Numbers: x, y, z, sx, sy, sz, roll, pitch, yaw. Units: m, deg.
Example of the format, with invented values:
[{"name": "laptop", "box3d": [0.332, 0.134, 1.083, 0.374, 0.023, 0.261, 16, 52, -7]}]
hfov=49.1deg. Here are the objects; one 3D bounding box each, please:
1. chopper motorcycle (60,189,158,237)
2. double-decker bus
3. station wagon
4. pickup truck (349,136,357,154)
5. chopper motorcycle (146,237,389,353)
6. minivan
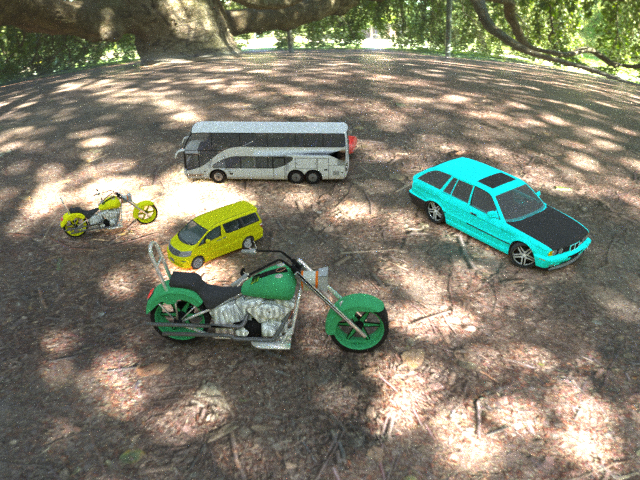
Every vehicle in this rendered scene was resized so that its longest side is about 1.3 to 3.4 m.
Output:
[{"name": "chopper motorcycle", "box3d": [-3.471, -0.496, 11.509, 1.563, 0.761, 0.466, -14, 32, -23]}, {"name": "double-decker bus", "box3d": [-1.073, -1.683, 13.311, 3.251, 1.052, 0.756, 1, 30, 1]}, {"name": "station wagon", "box3d": [2.887, -0.547, 11.439, 1.327, 0.920, 3.105, -20, 35, -32]}, {"name": "pickup truck", "box3d": [-0.043, -2.034, 14.480, 1.603, 0.511, 0.640, 5, 30, 9]}, {"name": "chopper motorcycle", "box3d": [-0.658, 0.710, 8.650, 3.040, 1.480, 0.906, 1, 30, 2]}, {"name": "minivan", "box3d": [-1.649, -0.094, 10.948, 1.548, 0.616, 0.681, -23, 37, -34]}]
